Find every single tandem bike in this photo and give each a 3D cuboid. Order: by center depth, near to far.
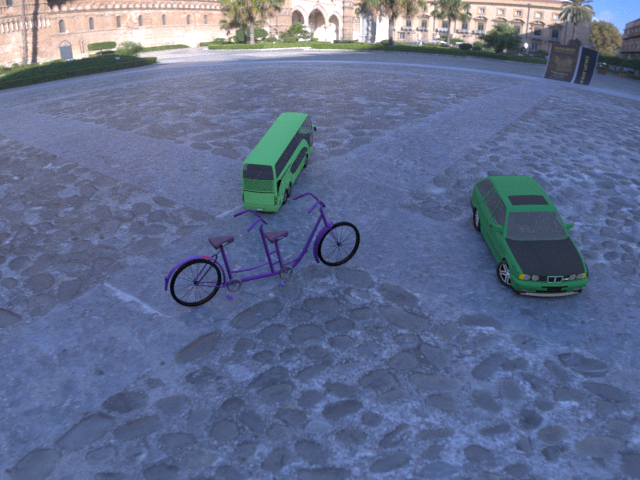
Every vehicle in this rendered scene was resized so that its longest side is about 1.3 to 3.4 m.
[{"bbox_3d":[-0.771,0.109,10.343,3.192,1.326,0.550,-15,32,-25],"label":"tandem bike"}]

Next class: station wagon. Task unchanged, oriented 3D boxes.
[{"bbox_3d":[3.324,-0.212,11.346,1.327,0.920,3.105,-1,29,-2],"label":"station wagon"}]

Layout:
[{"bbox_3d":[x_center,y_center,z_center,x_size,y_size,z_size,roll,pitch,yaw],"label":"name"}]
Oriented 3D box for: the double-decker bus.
[{"bbox_3d":[-0.767,-1.625,13.780,0.756,1.052,3.251,6,29,10],"label":"double-decker bus"}]
